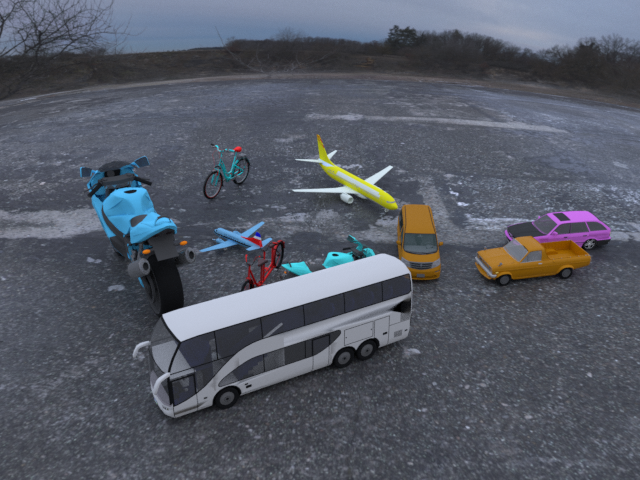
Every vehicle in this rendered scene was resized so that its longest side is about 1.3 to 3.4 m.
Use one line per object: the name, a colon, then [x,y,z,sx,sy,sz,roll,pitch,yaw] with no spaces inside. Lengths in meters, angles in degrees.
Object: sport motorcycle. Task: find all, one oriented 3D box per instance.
sport motorcycle: [-2.532,-0.103,9.673,0.983,1.596,2.955,-15,30,-27]
sport motorcycle: [0.176,0.478,9.371,1.520,0.821,0.506,-14,30,-26]

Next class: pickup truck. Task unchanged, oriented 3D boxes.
pickup truck: [3.095,0.248,10.188,1.603,0.511,0.640,-6,27,-11]

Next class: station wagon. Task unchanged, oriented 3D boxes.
station wagon: [3.741,-0.154,11.044,1.597,0.473,0.682,-4,27,-8]

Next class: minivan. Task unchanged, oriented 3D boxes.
minivan: [1.475,0.019,10.533,0.681,0.616,1.548,2,26,3]

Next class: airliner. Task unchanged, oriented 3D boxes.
airliner: [0.616,-1.220,12.797,2.257,0.835,2.541,-16,31,-30]

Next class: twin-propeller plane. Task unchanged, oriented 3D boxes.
twin-propeller plane: [-1.288,-0.060,10.929,1.095,0.407,1.370,20,33,35]

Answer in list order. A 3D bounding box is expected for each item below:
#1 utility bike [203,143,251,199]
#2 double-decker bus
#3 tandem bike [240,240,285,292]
utility bike: [-1.661,-1.334,12.902,0.535,0.946,1.435,15,30,27]
double-decker bus: [-0.419,1.044,7.963,3.251,1.052,0.756,-14,30,-26]
tandem bike: [-0.791,0.347,9.793,0.283,0.682,1.642,8,27,16]
